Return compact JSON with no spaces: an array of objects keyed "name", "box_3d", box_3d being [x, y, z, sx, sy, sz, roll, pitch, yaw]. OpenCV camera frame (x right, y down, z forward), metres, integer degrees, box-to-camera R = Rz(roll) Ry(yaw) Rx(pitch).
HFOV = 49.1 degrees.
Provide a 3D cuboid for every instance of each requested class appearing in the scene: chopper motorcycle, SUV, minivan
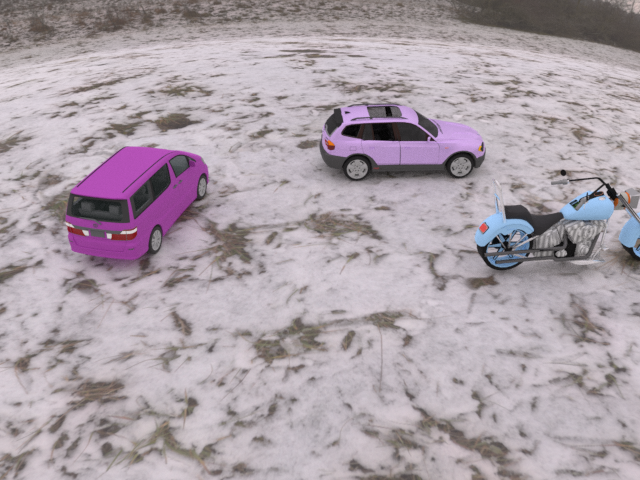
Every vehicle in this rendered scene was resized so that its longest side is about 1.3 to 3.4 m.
[{"name":"chopper motorcycle","box_3d":[3.702,-0.278,9.939,3.040,1.480,0.906,-5,31,-8]},{"name":"SUV","box_3d":[1.519,-1.874,12.933,3.058,1.128,1.276,-2,31,-3]},{"name":"minivan","box_3d":[-2.790,-0.820,11.113,1.324,1.197,3.011,7,32,12]}]
